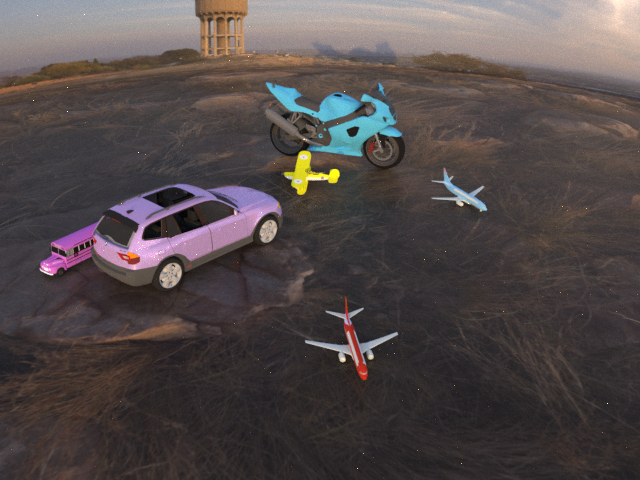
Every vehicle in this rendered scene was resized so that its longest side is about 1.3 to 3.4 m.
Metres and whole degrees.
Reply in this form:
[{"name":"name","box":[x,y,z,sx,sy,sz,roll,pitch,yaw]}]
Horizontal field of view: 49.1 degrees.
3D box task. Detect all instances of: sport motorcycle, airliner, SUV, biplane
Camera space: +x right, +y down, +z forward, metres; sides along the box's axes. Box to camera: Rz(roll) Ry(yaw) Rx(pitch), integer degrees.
[{"name":"sport motorcycle","box":[0.290,-2.327,14.045,2.955,1.596,0.983,10,29,19]},{"name":"airliner","box":[0.416,1.186,8.490,1.161,0.429,1.307,-4,27,-8]},{"name":"SUV","box":[-1.923,-0.271,10.559,1.276,1.128,3.058,23,35,37]},{"name":"airliner","box":[2.573,-0.891,12.528,1.161,0.429,1.307,-13,30,-24]},{"name":"biplane","box":[-0.184,-1.187,13.022,1.090,0.504,1.336,3,27,5]}]

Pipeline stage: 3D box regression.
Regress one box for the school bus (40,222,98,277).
[{"name":"school bus","box":[-3.505,0.037,10.720,0.365,0.434,1.708,18,32,31]}]
